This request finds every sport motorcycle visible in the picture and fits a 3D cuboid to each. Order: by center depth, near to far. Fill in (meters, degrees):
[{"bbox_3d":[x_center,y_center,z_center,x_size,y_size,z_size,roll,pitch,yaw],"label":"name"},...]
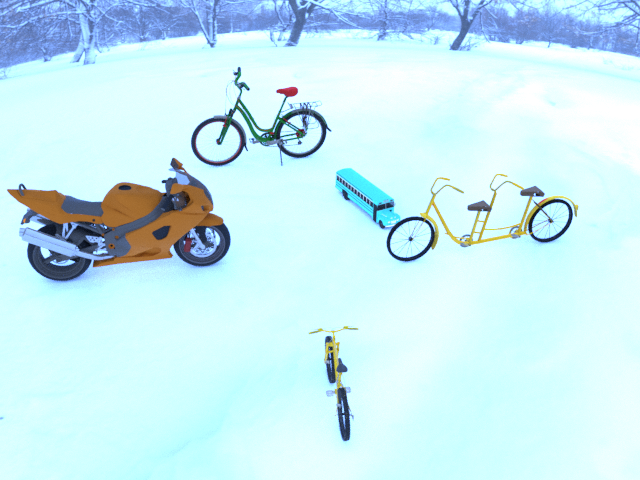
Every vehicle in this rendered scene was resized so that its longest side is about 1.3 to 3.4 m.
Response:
[{"bbox_3d":[-2.790,-0.214,10.067,2.955,1.596,0.983,-5,31,-9],"label":"sport motorcycle"}]

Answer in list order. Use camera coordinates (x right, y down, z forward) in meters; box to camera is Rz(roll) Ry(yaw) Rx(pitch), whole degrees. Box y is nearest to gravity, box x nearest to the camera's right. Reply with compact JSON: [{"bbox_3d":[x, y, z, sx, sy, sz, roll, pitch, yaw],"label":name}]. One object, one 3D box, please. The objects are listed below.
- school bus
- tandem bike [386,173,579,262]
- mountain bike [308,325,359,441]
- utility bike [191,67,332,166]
[{"bbox_3d":[0.825,-0.735,12.118,0.365,0.434,1.708,-15,33,-24],"label":"school bus"},{"bbox_3d":[2.536,-0.393,10.645,3.192,1.326,0.550,-7,31,-13],"label":"tandem bike"},{"bbox_3d":[0.191,1.509,7.829,0.573,0.868,1.469,-4,30,-7],"label":"mountain bike"},{"bbox_3d":[-1.089,-2.289,13.394,2.791,1.839,1.039,-7,31,-13],"label":"utility bike"}]
